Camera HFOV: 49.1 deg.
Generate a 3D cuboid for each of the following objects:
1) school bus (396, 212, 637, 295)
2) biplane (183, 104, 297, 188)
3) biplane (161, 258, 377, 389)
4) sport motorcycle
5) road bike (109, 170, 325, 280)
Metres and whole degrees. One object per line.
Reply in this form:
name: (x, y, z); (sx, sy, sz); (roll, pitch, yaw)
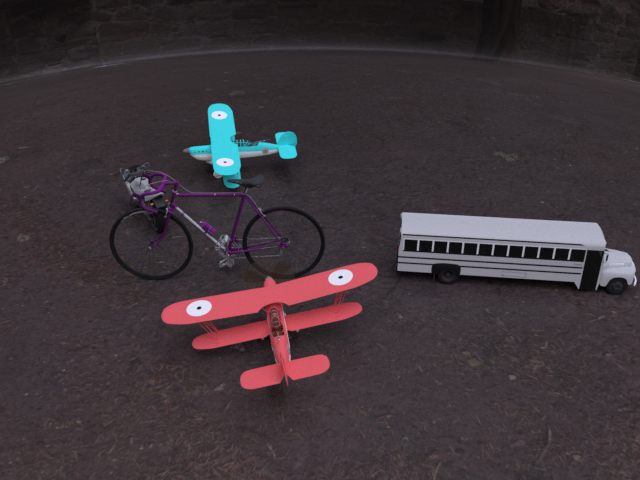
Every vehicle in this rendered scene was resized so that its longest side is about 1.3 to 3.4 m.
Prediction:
school bus: (2.765, 0.161, 9.922); (3.322, 0.844, 0.709); (3, 30, 6)
biplane: (-1.474, -1.676, 13.046); (2.120, 0.981, 2.598); (-5, 30, -9)
biplane: (-0.548, 1.026, 8.246); (2.598, 0.981, 2.120); (-4, 30, -8)
sport motorcycle: (-2.856, -0.710, 11.492); (0.506, 0.821, 1.520); (-17, 34, -28)
road bike: (-1.429, -0.160, 9.666); (3.004, 1.656, 0.697); (0, 29, -1)
